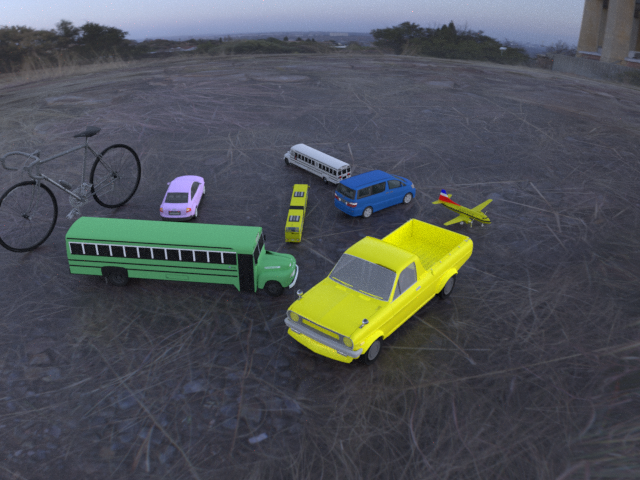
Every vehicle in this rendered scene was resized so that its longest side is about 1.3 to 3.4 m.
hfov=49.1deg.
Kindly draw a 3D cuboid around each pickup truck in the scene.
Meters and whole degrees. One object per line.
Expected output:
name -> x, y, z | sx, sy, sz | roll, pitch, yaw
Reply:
pickup truck -> 0.901, 0.512, 9.563 | 1.244, 0.993, 3.117 | 21, 36, 33

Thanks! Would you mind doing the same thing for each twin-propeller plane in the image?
twin-propeller plane -> 2.483, -0.544, 12.043 | 1.370, 0.407, 1.095 | -26, 38, -38

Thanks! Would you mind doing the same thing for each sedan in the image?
sedan -> -2.438, -0.827, 12.470 | 0.635, 0.483, 1.613 | 0, 29, 1

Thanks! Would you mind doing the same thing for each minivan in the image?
minivan -> 1.009, -0.887, 12.442 | 1.548, 0.616, 0.681 | -20, 35, -31

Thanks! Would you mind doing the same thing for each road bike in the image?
road bike -> -4.085, -0.955, 11.499 | 0.696, 1.656, 3.004 | 18, 34, 29

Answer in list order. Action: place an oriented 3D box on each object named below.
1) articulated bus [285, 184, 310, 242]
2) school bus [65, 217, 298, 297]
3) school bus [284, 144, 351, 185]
articulated bus -> -0.392, -0.486, 12.061 | 0.311, 0.289, 1.749 | 2, 29, 3
school bus -> -1.983, 0.214, 10.246 | 3.322, 0.844, 0.709 | 3, 29, 6
school bus -> -0.090, -1.511, 13.740 | 0.365, 0.434, 1.708 | -23, 36, -35
